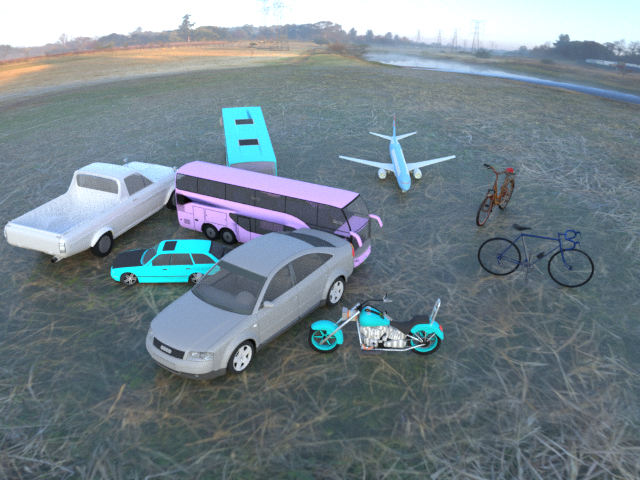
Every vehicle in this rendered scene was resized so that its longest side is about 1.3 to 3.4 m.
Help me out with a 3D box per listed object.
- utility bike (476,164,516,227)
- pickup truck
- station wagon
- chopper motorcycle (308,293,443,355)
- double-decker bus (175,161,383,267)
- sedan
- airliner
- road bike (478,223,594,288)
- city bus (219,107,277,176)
[{"bbox_3d":[2.951,-0.795,11.419,0.535,0.946,1.435,18,32,32],"label":"utility bike"},{"bbox_3d":[-3.399,-0.617,11.011,1.244,0.993,3.117,11,29,21],"label":"pickup truck"},{"bbox_3d":[-2.114,0.285,9.797,1.597,0.473,0.682,-1,27,-2],"label":"station wagon"},{"bbox_3d":[0.644,0.988,8.079,1.563,0.761,0.466,2,27,4],"label":"chopper motorcycle"},{"bbox_3d":[-0.704,-0.391,10.498,3.251,1.052,0.756,13,30,25],"label":"double-decker bus"},{"bbox_3d":[-0.768,0.598,8.657,1.235,0.940,3.137,18,32,32],"label":"sedan"},{"bbox_3d":[1.503,-1.661,13.262,2.257,0.835,2.541,0,27,0],"label":"airliner"},{"bbox_3d":[2.945,0.194,9.558,1.545,0.852,0.358,9,28,18],"label":"road bike"},{"bbox_3d":[-1.354,-1.601,13.077,0.926,0.894,3.255,-4,27,-8],"label":"city bus"}]
